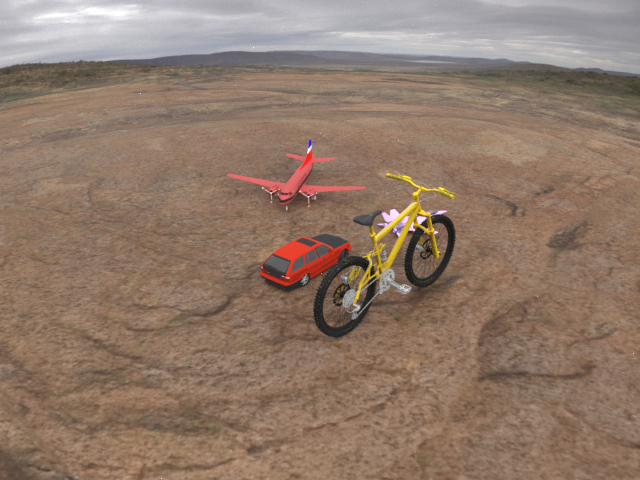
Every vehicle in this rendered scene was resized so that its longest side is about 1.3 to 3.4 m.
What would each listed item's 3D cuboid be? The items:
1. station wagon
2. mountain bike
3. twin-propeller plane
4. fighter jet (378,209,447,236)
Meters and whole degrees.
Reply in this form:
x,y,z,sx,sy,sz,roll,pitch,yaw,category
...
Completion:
x,y,z,sx,sy,sz,roll,pitch,yaw,category
-0.179,0.225,10.554,0.682,0.473,1.597,20,33,34,station wagon
0.959,0.172,9.311,2.857,1.688,1.114,-24,36,-39,mountain bike
-0.411,-1.219,13.063,2.663,0.792,2.129,6,27,13,twin-propeller plane
1.696,-0.417,12.033,1.358,0.286,1.147,-17,31,-30,fighter jet
